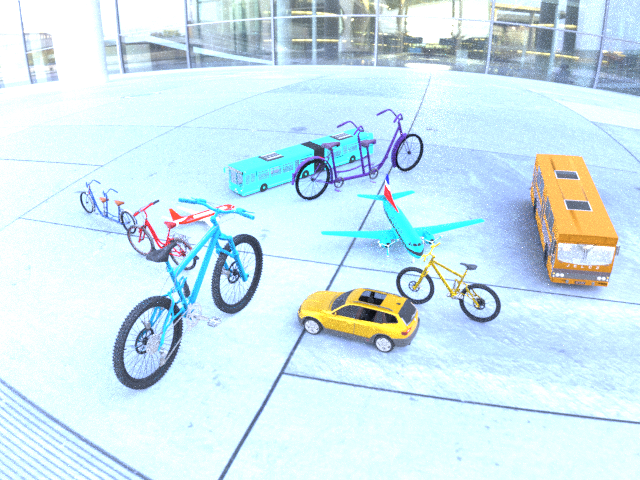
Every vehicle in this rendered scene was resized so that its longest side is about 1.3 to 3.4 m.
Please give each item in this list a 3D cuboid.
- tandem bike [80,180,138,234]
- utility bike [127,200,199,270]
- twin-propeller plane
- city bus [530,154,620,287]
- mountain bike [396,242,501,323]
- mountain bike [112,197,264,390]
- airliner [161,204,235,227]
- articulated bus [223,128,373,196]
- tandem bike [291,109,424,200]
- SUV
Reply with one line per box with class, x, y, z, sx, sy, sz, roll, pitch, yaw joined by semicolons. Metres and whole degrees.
tandem bike;-3.592;-0.588;11.783;1.642;0.682;0.283;21;34;35
utility bike;-2.412;-0.044;10.442;1.435;0.946;0.535;16;31;28
twin-propeller plane;1.294;-0.352;11.206;2.663;0.792;2.129;-5;28;-9
city bus;3.948;-0.391;11.170;0.926;0.894;3.255;5;28;9
mountain bike;1.698;0.587;9.306;1.469;0.868;0.573;14;31;26
mountain bike;-1.507;0.542;8.500;1.114;1.688;2.857;14;30;25
airliner;-1.996;-0.506;11.898;1.307;0.429;1.161;-22;34;-35
articulated bus;-0.314;-1.591;13.856;3.401;0.561;0.605;-22;34;-36
tandem bike;0.786;-1.644;13.125;3.192;1.326;0.550;-19;33;-32
SUV;0.487;0.930;8.955;1.572;0.580;0.656;11;29;21
